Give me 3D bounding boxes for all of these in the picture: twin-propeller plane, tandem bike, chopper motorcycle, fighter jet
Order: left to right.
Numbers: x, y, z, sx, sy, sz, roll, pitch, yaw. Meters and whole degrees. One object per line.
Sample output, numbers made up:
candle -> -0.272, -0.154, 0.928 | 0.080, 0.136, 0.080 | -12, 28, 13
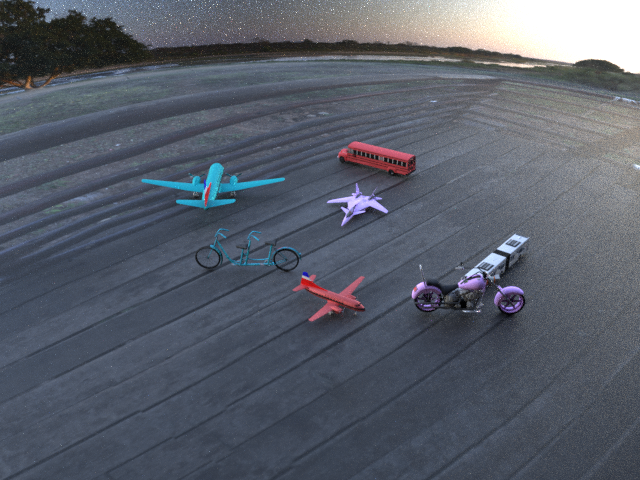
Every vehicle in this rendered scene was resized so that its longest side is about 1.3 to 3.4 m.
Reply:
twin-propeller plane -> -1.987, -1.085, 12.879 | 2.663, 0.792, 2.129 | -1, 28, -1
tandem bike -> -1.103, 0.167, 10.670 | 1.642, 0.682, 0.283 | 1, 28, 3
twin-propeller plane -> 0.172, 0.758, 9.863 | 1.095, 0.407, 1.370 | 18, 33, 30
fighter jet -> 0.631, -0.616, 12.539 | 1.147, 0.286, 1.358 | 11, 30, 19
chopper motorcycle -> 2.056, 0.680, 9.634 | 1.563, 0.761, 0.466 | 0, 28, 0

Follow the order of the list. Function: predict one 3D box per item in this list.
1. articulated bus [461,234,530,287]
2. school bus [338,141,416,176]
articulated bus -> 2.720, 0.354, 10.738 | 0.311, 0.289, 1.749 | 21, 35, 34
school bus -> 1.135, -1.683, 14.365 | 1.708, 0.434, 0.365 | 18, 33, 30
